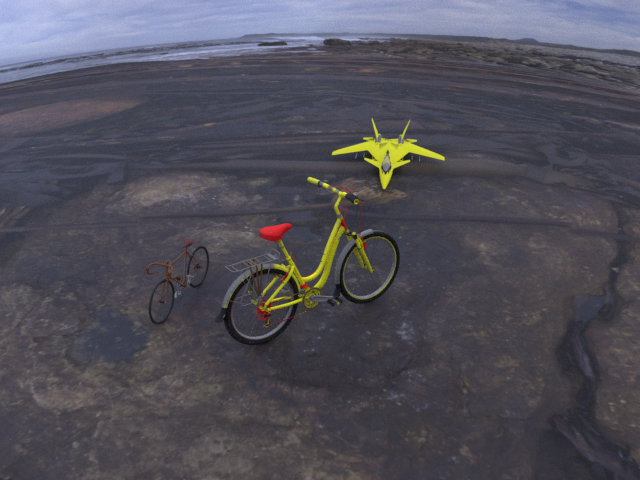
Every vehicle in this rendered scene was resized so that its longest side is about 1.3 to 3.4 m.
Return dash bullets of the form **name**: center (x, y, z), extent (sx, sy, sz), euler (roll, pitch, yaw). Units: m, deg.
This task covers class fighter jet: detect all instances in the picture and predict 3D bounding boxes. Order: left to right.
- **fighter jet**: center (1.326, -1.698, 13.701), extent (2.229, 0.557, 2.640), euler (4, 29, 6)

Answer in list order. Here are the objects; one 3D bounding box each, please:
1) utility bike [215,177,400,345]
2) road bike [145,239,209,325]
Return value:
- **utility bike**: center (-0.131, 0.215, 8.848), extent (2.791, 1.839, 1.039), euler (-18, 33, -29)
- **road bike**: center (-1.879, 0.478, 9.397), extent (0.358, 0.852, 1.545), euler (10, 30, 18)
